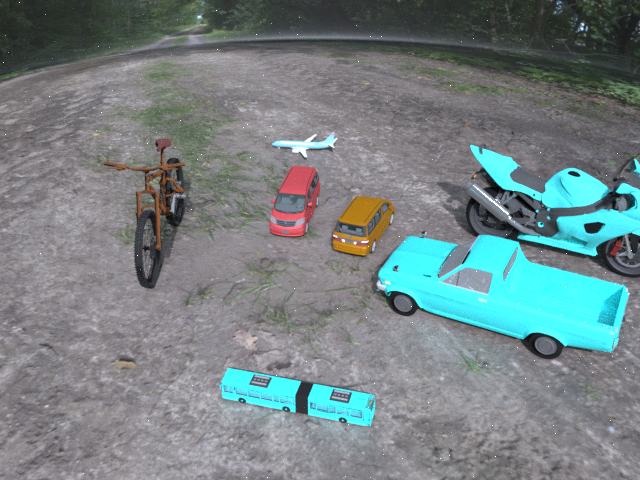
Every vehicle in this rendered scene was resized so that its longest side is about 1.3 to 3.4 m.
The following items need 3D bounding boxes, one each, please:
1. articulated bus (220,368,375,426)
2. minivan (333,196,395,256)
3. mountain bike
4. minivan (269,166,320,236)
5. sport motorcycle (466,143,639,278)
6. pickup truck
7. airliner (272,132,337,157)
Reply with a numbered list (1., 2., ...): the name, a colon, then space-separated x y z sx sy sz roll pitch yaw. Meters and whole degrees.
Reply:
1. articulated bus: -0.265 1.750 7.827 1.749 0.289 0.311 8 32 13
2. minivan: 0.718 -0.333 11.010 0.681 0.616 1.548 12 33 19
3. mountain bike: -2.381 -0.587 10.387 1.114 1.688 2.857 1 31 1
4. minivan: -0.402 -0.647 11.538 0.681 0.616 1.548 5 31 9
5. sport motorcycle: 3.542 -0.444 10.238 2.955 1.596 0.983 16 34 25
6. pickup truck: 2.329 0.586 9.095 3.117 0.993 1.244 15 34 23
7. airliner: -0.324 -1.986 13.972 1.307 0.429 1.161 5 31 8
